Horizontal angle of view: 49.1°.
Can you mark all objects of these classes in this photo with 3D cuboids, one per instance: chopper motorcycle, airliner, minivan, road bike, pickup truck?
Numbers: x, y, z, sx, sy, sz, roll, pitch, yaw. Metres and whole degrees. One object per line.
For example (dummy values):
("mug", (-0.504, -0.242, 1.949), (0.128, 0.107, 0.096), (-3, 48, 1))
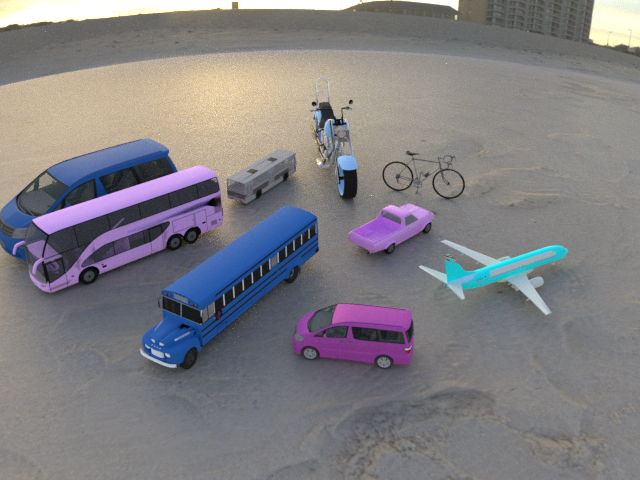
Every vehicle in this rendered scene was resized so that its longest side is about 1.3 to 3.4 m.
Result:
("chopper motorcycle", (0.279, -2.017, 13.572), (0.906, 1.480, 3.040), (-5, 30, -9))
("airliner", (2.756, 0.268, 10.254), (2.541, 0.835, 2.257), (-16, 34, -25))
("minivan", (-3.814, -0.714, 11.595), (3.011, 1.197, 1.324), (-24, 38, -35))
("road bike", (1.891, -1.212, 12.805), (1.545, 0.852, 0.358), (11, 32, 18))
("pickup truck", (1.192, -0.239, 11.459), (1.603, 0.511, 0.640), (-26, 39, -38))
("minivan", (0.420, 1.170, 8.910), (1.548, 0.616, 0.681), (5, 30, 9))

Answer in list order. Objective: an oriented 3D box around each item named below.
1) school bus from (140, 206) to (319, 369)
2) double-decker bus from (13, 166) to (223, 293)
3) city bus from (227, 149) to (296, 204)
("school bus", (-1.163, 0.569, 9.724), (0.709, 0.844, 3.322), (17, 34, 27))
("double-decker bus", (-2.998, -0.202, 10.853), (3.251, 1.052, 0.756), (-24, 38, -35))
("city bus", (-1.070, -1.198, 13.171), (0.476, 0.460, 1.674), (17, 34, 27))
